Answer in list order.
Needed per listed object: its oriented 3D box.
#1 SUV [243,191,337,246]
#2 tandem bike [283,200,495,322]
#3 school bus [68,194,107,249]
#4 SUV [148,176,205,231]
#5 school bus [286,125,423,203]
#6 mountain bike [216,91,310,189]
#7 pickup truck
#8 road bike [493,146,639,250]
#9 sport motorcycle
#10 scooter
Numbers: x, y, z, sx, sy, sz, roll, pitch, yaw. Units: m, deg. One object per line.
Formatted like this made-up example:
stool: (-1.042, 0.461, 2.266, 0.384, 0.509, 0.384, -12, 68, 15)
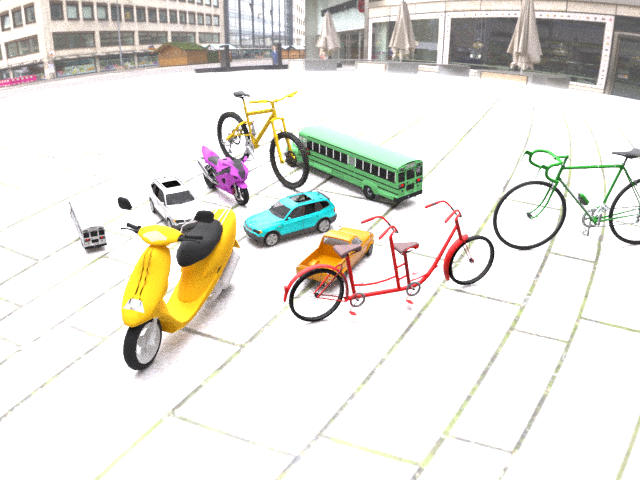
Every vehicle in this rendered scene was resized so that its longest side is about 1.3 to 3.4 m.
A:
SUV: (-0.479, -0.388, 11.393, 1.572, 0.580, 0.656, -15, 30, -28)
tandem bike: (1.003, 0.258, 9.240, 3.192, 1.326, 0.550, -11, 28, -21)
school bus: (-3.834, -0.343, 11.467, 0.365, 0.434, 1.708, -12, 29, -23)
SUV: (-2.440, -0.634, 11.892, 0.656, 0.580, 1.572, -14, 30, -26)
school bus: (0.530, -1.531, 13.413, 0.709, 0.844, 3.322, -20, 33, -35)
mountain bike: (-1.173, -2.044, 13.499, 1.114, 1.688, 2.857, -21, 33, -37)
pickup truck: (0.255, 0.174, 10.332, 0.640, 0.511, 1.603, 13, 29, 24)
road bike: (4.124, -0.633, 10.674, 3.004, 1.656, 0.696, -3, 26, -5)
sport motorcycle: (-1.735, -1.191, 12.749, 0.506, 0.821, 1.520, -19, 32, -33)
scooter: (-1.697, 0.252, 8.732, 1.288, 1.786, 2.721, 9, 28, 18)
